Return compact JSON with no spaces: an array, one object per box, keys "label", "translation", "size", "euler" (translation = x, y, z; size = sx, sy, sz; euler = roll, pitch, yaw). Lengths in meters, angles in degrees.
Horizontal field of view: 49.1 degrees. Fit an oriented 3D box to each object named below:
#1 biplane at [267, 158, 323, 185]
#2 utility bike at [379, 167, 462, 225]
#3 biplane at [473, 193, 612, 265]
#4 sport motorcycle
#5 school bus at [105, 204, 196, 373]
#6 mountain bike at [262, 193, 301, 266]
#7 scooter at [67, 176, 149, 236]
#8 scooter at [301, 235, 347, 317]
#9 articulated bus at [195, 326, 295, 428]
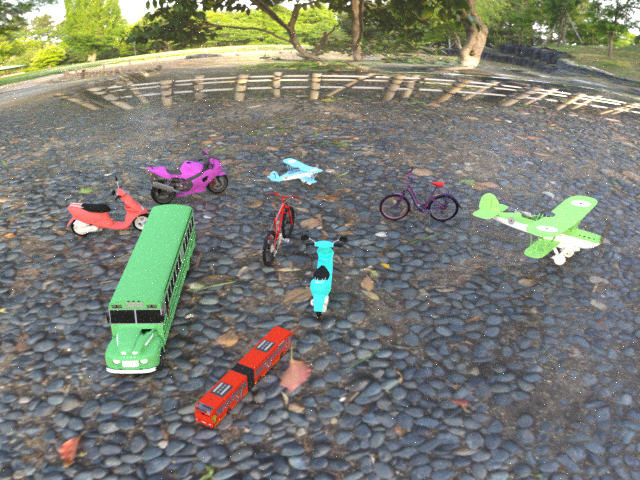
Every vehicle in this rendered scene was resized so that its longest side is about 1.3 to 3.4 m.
[{"label":"biplane","translation":[-0.484,-1.279,13.546],"size":[1.090,0.504,1.336],"euler":[-16,32,-27]},{"label":"utility bike","translation":[1.752,-0.716,12.060],"size":[1.435,0.946,0.535],"euler":[1,29,2]},{"label":"biplane","translation":[3.532,-0.240,11.154],"size":[2.120,0.981,2.598],"euler":[19,34,31]},{"label":"sport motorcycle","translation":[-2.432,-1.141,12.965],"size":[1.520,0.821,0.506],"euler":[-14,32,-23]},{"label":"school bus","translation":[-2.312,0.585,9.793],"size":[0.709,0.844,3.322],"euler":[0,29,-1]},{"label":"mountain bike","translation":[-0.654,-0.217,11.231],"size":[0.573,0.868,1.469],"euler":[8,30,14]},{"label":"scooter","translation":[-3.544,-0.515,11.721],"size":[1.399,0.919,0.662],"euler":[-5,29,-9]},{"label":"scooter","translation":[0.041,0.424,10.009],"size":[0.662,0.919,1.399],"euler":[2,29,5]},{"label":"articulated bus","translation":[-0.882,1.616,8.489],"size":[0.311,0.289,1.749],"euler":[15,32,25]}]
